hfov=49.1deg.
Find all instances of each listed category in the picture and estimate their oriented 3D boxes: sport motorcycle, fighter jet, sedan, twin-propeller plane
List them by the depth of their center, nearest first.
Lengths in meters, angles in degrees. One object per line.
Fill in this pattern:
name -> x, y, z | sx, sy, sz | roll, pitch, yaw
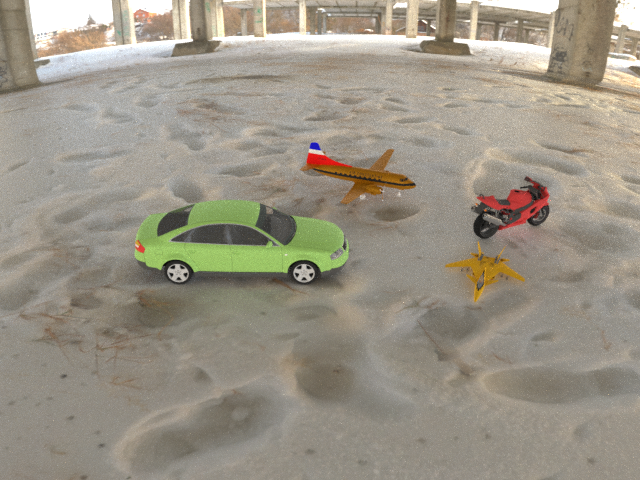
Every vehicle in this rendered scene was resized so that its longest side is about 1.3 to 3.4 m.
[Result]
fighter jet -> 2.354, 0.467, 10.064 | 1.147, 0.286, 1.358 | 10, 30, 18
sedan -> -1.136, -0.038, 10.306 | 3.137, 0.940, 1.235 | 0, 29, 1
sport motorcycle -> 3.109, -0.499, 11.270 | 1.520, 0.821, 0.506 | -13, 31, -22
twin-propeller plane -> 0.725, -1.279, 12.723 | 2.129, 0.792, 2.663 | 11, 31, 20
